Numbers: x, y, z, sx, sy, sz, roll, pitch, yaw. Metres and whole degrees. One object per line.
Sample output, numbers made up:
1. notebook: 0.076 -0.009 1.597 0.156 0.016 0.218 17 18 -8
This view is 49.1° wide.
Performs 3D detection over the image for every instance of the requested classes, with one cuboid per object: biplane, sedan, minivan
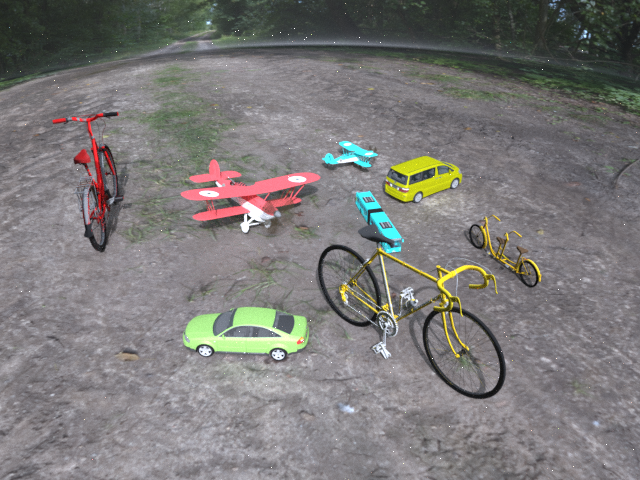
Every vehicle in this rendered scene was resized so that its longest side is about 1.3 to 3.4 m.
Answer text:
1. biplane: -1.257 -0.771 11.701 2.598 0.981 2.120 -22 37 -33
2. sedan: -0.947 1.143 8.916 1.613 0.483 0.635 2 30 3
3. minivan: 1.920 -1.170 12.748 1.548 0.616 0.681 -21 36 -31
4. biplane: 0.583 -1.613 13.617 1.090 0.504 1.336 -13 33 -22

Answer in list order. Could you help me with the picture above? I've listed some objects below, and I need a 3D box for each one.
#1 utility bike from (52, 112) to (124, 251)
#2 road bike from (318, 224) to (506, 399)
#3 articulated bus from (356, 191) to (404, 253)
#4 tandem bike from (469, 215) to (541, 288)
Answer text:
1. utility bike: -3.710 -1.061 11.347 1.039 1.839 2.791 -4 30 -6
2. road bike: 0.998 0.732 8.457 0.696 1.656 3.004 -25 38 -36
3. articulated bus: 0.953 -0.327 11.628 0.311 0.289 1.749 -7 31 -12
4. tandem bike: 2.754 0.107 10.494 0.283 0.682 1.642 -14 33 -22
